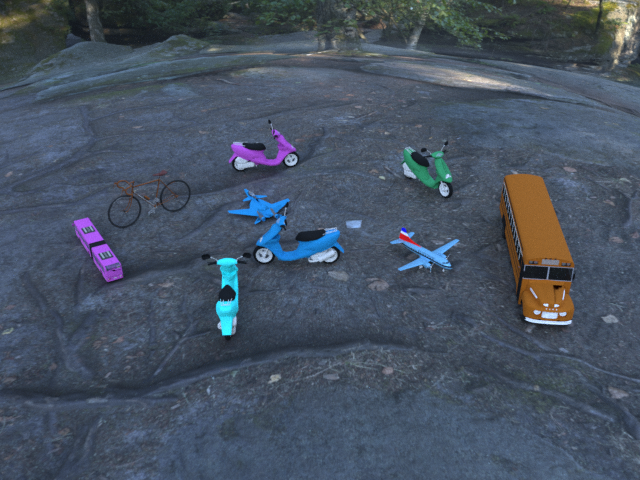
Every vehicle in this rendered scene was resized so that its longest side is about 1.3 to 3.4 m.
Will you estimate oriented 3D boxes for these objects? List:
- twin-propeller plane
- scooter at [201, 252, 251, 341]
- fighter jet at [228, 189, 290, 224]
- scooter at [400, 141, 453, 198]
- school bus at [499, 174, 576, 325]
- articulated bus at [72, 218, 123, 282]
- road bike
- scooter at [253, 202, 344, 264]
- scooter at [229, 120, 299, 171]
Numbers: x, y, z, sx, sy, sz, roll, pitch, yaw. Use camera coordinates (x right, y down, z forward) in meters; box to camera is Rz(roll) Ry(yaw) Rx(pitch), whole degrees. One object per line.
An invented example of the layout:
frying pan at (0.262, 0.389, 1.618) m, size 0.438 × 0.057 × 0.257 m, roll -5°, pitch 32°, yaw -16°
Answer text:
twin-propeller plane at (1.622, 0.157, 10.824) m, size 1.370 × 0.407 × 1.095 m, roll -24°, pitch 37°, yaw -35°
scooter at (-1.241, 0.660, 9.444) m, size 0.662 × 0.919 × 1.399 m, roll -2°, pitch 30°, yaw -4°
fighter jet at (-1.121, -0.720, 12.463) m, size 1.147 × 0.286 × 1.358 m, roll -13°, pitch 33°, yaw -21°
scooter at (1.992, -1.395, 12.999) m, size 0.662 × 0.919 × 1.399 m, roll -19°, pitch 35°, yaw -29°
school bus at (3.232, 0.060, 10.555) m, size 0.709 × 0.844 × 3.322 m, roll 3°, pitch 30°, yaw 6°
articulated bus at (-3.497, 0.129, 10.993) m, size 0.311 × 0.289 × 1.749 m, roll -17°, pitch 34°, yaw -27°
road bike at (-2.900, -0.735, 11.925) m, size 1.545 × 0.852 × 0.358 m, roll -21°, pitch 36°, yaw -32°
scooter at (-0.333, -0.034, 10.644) m, size 1.399 × 0.919 × 0.662 m, roll 0°, pitch 30°, yaw -1°
scooter at (-1.097, -1.807, 13.713) m, size 1.399 × 0.919 × 0.662 m, roll -6°, pitch 31°, yaw -10°
